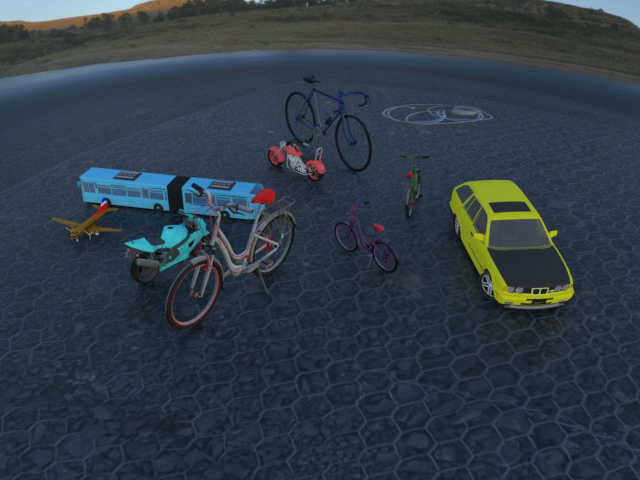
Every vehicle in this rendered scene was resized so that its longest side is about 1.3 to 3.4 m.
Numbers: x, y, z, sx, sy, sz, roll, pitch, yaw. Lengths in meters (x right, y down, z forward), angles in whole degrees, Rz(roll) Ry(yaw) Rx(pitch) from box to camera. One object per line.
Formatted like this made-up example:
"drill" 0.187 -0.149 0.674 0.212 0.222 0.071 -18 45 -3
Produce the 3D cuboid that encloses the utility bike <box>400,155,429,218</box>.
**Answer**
"utility bike" 1.632 -1.025 12.541 0.535 0.946 1.435 8 30 14

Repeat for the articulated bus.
"articulated bus" -2.688 -0.846 12.614 3.401 0.561 0.605 6 30 11

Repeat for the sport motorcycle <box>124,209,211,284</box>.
"sport motorcycle" -2.274 0.093 10.680 0.506 0.821 1.520 25 38 37

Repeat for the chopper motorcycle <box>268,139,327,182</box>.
"chopper motorcycle" -0.483 -1.659 13.857 0.466 0.761 1.563 -26 38 -38

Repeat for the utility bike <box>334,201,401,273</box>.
"utility bike" 0.683 -0.043 10.796 0.535 0.946 1.435 -24 37 -36

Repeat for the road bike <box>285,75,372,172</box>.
"road bike" 0.113 -2.500 14.439 0.696 1.656 3.004 -20 35 -31

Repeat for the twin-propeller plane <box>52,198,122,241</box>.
"twin-propeller plane" -3.908 -0.338 11.869 1.370 0.407 1.095 9 31 16

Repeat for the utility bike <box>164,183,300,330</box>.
"utility bike" -1.076 0.060 9.702 1.039 1.839 2.791 19 35 31

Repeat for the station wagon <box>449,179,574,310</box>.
"station wagon" 2.912 -0.083 10.891 1.327 0.920 3.105 -2 29 -4
